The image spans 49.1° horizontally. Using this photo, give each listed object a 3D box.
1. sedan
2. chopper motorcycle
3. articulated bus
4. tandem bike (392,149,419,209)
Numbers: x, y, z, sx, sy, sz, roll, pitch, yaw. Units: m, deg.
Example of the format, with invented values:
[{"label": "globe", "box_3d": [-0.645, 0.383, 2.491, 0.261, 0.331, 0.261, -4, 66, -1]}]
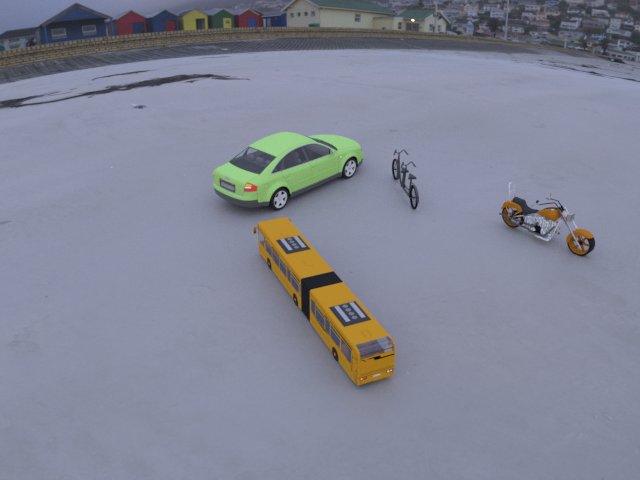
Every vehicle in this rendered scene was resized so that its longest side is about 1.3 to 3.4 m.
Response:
[{"label": "sedan", "box_3d": [-0.479, -1.413, 12.470, 1.235, 0.940, 3.137, 25, 37, 37]}, {"label": "chopper motorcycle", "box_3d": [3.472, -0.330, 10.694, 0.466, 0.761, 1.563, -25, 37, -37]}, {"label": "articulated bus", "box_3d": [-0.045, 0.645, 9.135, 0.605, 0.561, 3.401, -12, 31, -21]}, {"label": "tandem bike", "box_3d": [1.479, -1.114, 12.194, 0.283, 0.682, 1.642, -5, 29, -8]}]
